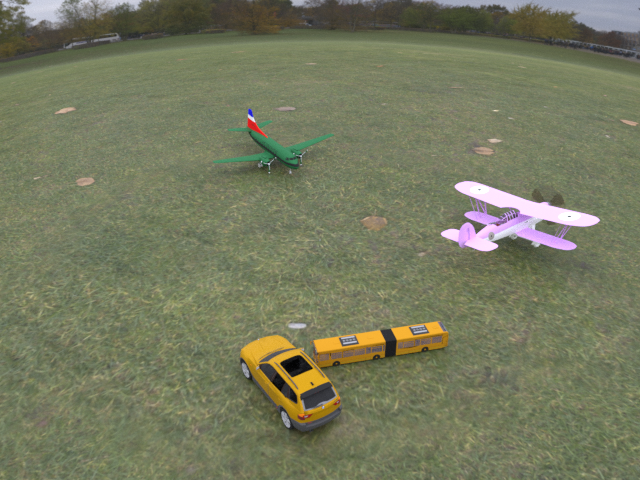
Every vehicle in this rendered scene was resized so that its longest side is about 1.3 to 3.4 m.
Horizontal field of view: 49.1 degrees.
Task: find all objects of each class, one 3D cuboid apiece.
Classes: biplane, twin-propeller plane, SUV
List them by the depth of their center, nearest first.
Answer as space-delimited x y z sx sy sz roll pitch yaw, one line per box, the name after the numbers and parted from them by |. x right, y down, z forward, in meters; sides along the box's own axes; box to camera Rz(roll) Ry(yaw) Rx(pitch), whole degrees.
-0.368 1.571 8.165 0.656 0.580 1.572 -18 35 -28 | SUV
2.861 -0.254 10.834 2.120 0.981 2.598 -21 36 -30 | biplane
-0.966 -1.946 13.852 2.663 0.792 2.129 -17 35 -26 | twin-propeller plane

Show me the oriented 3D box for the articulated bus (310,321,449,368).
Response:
0.763 1.318 8.874 1.749 0.289 0.311 -7 32 -12 | articulated bus
